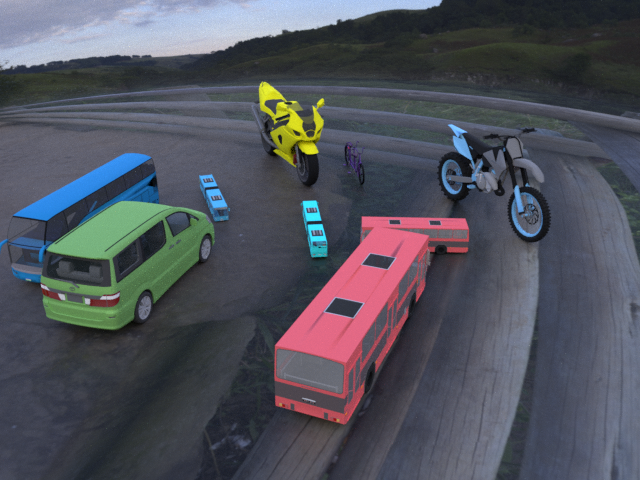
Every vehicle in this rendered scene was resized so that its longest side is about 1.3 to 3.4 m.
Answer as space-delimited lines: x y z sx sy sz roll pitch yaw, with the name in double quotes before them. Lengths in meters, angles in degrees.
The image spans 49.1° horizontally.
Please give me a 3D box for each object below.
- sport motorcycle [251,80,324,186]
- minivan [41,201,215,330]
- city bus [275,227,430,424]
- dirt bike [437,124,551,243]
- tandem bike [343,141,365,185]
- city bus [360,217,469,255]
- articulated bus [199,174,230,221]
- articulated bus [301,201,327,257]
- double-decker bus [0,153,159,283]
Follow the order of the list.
"sport motorcycle" -0.660 -2.225 14.281 0.983 1.596 2.955 -10 27 -20
"minivan" -2.561 0.114 9.831 1.324 1.197 3.011 8 27 16
"city bus" 0.513 0.907 8.517 0.926 0.894 3.255 10 27 20
"dirt bike" 2.920 -1.126 11.889 1.024 1.666 2.903 -12 28 -23
"tandem bike" 0.694 -1.665 14.168 0.283 0.682 1.642 -5 26 -10
"city bus" 1.481 -0.068 11.071 1.674 0.460 0.476 1 25 3
"articulated bus" -1.954 -0.792 12.792 0.311 0.289 1.749 -8 26 -15
"articulated bus" -0.095 -0.207 11.563 0.311 0.289 1.749 -3 26 -5
"double-decker bus" -3.659 -0.402 11.085 0.756 1.052 3.251 8 27 16
